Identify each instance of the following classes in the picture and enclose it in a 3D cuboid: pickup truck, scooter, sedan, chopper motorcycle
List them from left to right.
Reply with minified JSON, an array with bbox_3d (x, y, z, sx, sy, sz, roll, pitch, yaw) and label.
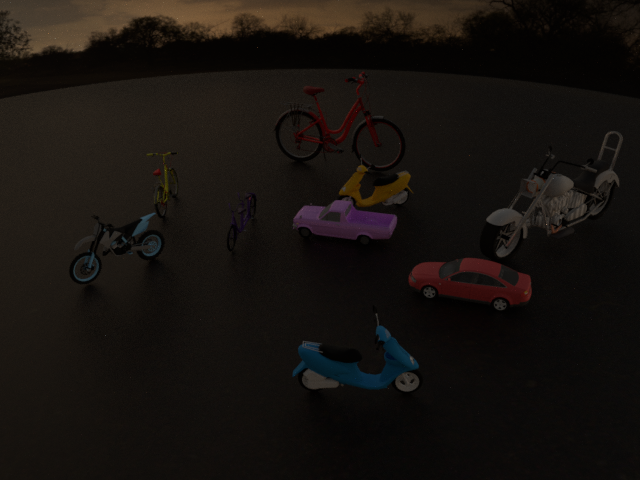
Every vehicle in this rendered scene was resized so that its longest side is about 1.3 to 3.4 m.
[{"bbox_3d":[0.388,-0.309,10.965,1.603,0.511,0.640,8,27,15],"label":"pickup truck"},{"bbox_3d":[0.407,1.233,7.392,1.399,0.919,0.662,1,26,2],"label":"scooter"},{"bbox_3d":[0.927,-0.946,11.791,1.399,0.919,0.662,-8,28,-16],"label":"scooter"},{"bbox_3d":[1.990,0.520,9.322,1.613,0.483,0.635,9,28,17],"label":"sedan"},{"bbox_3d":[3.577,-0.689,10.641,3.040,1.480,0.906,-18,32,-33],"label":"chopper motorcycle"}]

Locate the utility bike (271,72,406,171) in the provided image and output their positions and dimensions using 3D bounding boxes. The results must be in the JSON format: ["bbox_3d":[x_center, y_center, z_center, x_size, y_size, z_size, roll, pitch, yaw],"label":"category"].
[{"bbox_3d":[0.351,-2.354,13.597,2.791,1.839,1.039,9,28,18],"label":"utility bike"}]

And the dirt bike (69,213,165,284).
[{"bbox_3d":[-2.841,0.061,9.828,1.493,0.857,0.527,-24,35,-39],"label":"dirt bike"}]

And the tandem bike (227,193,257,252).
[{"bbox_3d":[-1.220,-0.419,10.993,0.283,0.682,1.642,4,27,9],"label":"tandem bike"}]

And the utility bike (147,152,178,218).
[{"bbox_3d":[-2.668,-0.985,11.840,0.535,0.946,1.435,1,26,3],"label":"utility bike"}]
